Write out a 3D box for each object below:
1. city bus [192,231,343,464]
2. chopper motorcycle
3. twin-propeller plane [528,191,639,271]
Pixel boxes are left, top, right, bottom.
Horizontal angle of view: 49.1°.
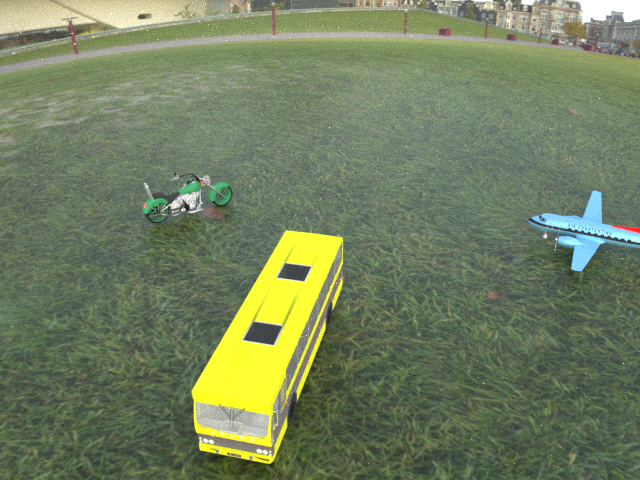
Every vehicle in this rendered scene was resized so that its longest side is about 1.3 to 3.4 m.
[{"bbox_3d":[-0.461,1.079,8.146,0.926,0.894,3.255,7,31,12],"label":"city bus"},{"bbox_3d":[-2.149,-0.757,11.414,1.563,0.761,0.466,-20,36,-30],"label":"chopper motorcycle"},{"bbox_3d":[4.198,-0.206,10.442,2.129,0.792,2.663,13,33,21],"label":"twin-propeller plane"}]
